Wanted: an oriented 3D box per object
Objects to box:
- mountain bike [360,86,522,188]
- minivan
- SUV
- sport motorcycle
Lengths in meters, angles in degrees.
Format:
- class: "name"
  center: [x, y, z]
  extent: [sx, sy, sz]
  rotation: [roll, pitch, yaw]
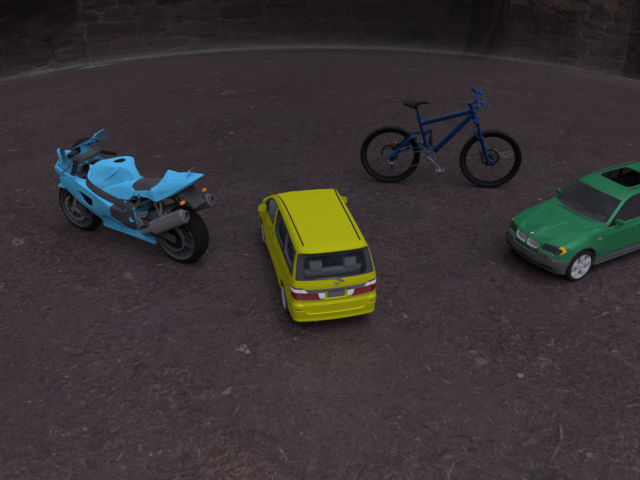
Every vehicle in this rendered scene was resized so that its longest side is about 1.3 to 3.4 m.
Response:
- class: "mountain bike"
  center: [2.142, -1.743, 12.363]
  extent: [2.857, 1.688, 1.114]
  rotation: [3, 30, 6]
- class: "minivan"
  center: [-0.122, -0.049, 9.861]
  extent: [1.324, 1.197, 3.011]
  rotation: [-6, 30, -11]
- class: "SUV"
  center: [4.254, -0.394, 10.541]
  extent: [3.058, 1.128, 1.276]
  rotation: [-15, 33, -25]
- class: "sport motorcycle"
  center: [-2.875, -0.630, 10.484]
  extent: [2.955, 1.596, 0.983]
  rotation: [15, 33, 25]
